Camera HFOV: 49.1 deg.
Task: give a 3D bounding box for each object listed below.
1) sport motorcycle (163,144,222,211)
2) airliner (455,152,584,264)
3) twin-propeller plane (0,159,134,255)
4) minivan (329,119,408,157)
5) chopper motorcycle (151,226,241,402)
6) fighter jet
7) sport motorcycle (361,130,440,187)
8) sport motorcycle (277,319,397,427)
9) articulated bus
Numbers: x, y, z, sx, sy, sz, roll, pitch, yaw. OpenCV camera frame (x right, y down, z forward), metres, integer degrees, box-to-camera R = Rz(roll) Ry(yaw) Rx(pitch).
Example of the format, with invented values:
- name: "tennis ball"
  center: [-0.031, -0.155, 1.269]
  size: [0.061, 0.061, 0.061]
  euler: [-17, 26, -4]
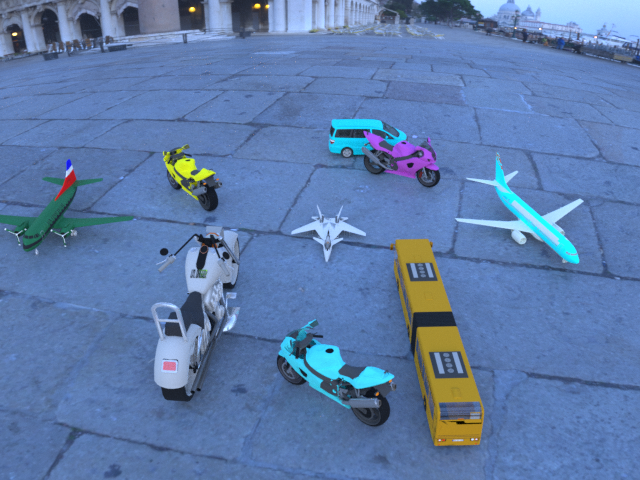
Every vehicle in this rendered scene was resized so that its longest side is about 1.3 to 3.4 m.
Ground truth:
- name: "sport motorcycle"
  center: [-2.167, -1.046, 11.721]
  size: [0.506, 0.821, 1.520]
  euler: [-24, 38, -34]
- name: "airliner"
  center: [3.272, -0.502, 10.796]
  size: [2.257, 0.835, 2.541]
  euler: [-9, 32, -15]
- name: "twin-propeller plane"
  center: [-4.160, -0.515, 10.860]
  size: [2.663, 0.792, 2.129]
  euler: [2, 31, 3]
- name: "minivan"
  center: [0.945, -1.980, 13.492]
  size: [1.548, 0.616, 0.681]
  euler: [0, 31, -1]
- name: "chopper motorcycle"
  center: [-1.392, 0.557, 8.386]
  size: [0.906, 1.480, 3.040]
  euler: [3, 31, 5]
- name: "fighter jet"
  center: [0.128, -0.105, 10.665]
  size: [1.147, 0.286, 1.358]
  euler: [1, 31, 2]
- name: "sport motorcycle"
  center: [1.432, -1.439, 12.383]
  size: [1.520, 0.821, 0.506]
  euler: [17, 35, 27]
- name: "sport motorcycle"
  center: [0.127, 1.443, 7.543]
  size: [1.520, 0.821, 0.506]
  euler: [21, 37, 31]
- name: "articulated bus"
  center: [1.341, 1.043, 8.468]
  size: [0.605, 0.561, 3.401]
  euler: [-1, 31, -2]
